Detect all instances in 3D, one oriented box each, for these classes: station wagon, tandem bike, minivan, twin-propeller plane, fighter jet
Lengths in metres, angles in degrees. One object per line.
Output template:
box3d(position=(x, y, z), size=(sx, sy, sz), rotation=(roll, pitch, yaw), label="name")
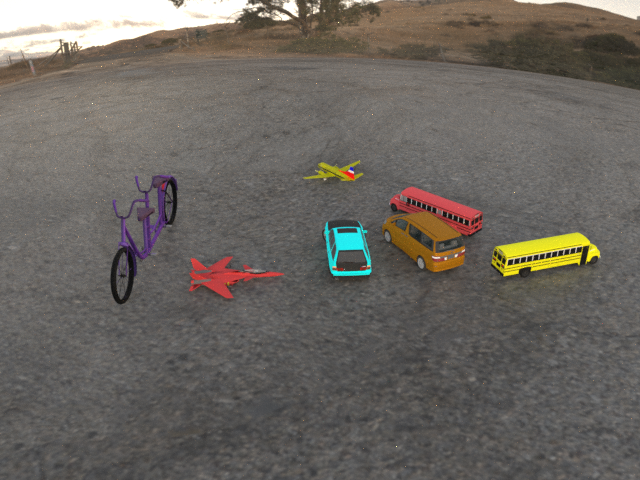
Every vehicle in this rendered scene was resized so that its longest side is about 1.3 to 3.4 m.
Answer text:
box3d(position=(0.406, 0.045, 10.610), size=(0.682, 0.473, 1.597), rotation=(-2, 28, -3), label="station wagon")
box3d(position=(-2.568, -0.324, 10.396), size=(0.550, 1.326, 3.192), rotation=(2, 28, 4), label="tandem bike")
box3d(position=(1.548, -0.077, 10.685), size=(0.681, 0.616, 1.548), rotation=(-13, 31, -23), label="minivan")
box3d(position=(0.298, -1.328, 13.222), size=(1.370, 0.407, 1.095), rotation=(-20, 34, -33), label="twin-propeller plane")
box3d(position=(-1.190, 0.455, 10.047), size=(1.358, 0.286, 1.147), rotation=(-3, 29, -6), label="fighter jet")

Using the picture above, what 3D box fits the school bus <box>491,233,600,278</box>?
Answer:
box3d(position=(3.378, 0.209, 10.348), size=(1.708, 0.434, 0.365), rotation=(-9, 30, -16), label="school bus")

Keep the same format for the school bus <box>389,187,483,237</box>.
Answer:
box3d(position=(1.891, -0.505, 11.669), size=(1.708, 0.434, 0.365), rotation=(25, 37, 38), label="school bus")
